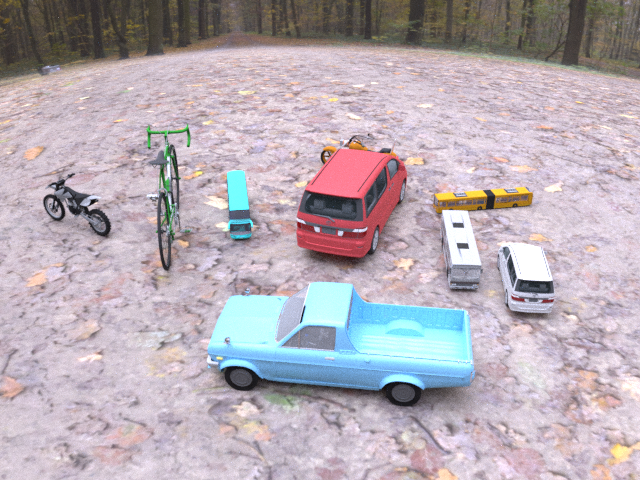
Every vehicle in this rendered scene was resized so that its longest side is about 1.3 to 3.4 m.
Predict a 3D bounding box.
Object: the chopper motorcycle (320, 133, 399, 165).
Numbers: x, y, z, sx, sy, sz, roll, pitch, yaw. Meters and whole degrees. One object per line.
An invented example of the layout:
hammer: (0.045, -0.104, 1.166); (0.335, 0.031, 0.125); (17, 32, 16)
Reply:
chopper motorcycle: (0.761, -1.681, 13.396); (1.563, 0.761, 0.466); (11, 32, 18)

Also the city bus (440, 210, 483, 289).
city bus: (2.092, 0.133, 10.538); (0.476, 0.460, 1.674); (2, 30, 3)

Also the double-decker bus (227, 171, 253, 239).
double-decker bus: (-1.365, -0.590, 11.715); (0.389, 0.541, 1.672); (-4, 30, -7)

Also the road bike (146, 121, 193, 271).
road bike: (-2.380, -0.798, 10.959); (0.696, 1.656, 3.004); (-3, 30, -5)

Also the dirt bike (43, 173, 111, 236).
dirt bike: (-4.001, -0.578, 11.377); (1.493, 0.857, 0.527); (16, 33, 26)

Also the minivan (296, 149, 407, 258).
minivan: (0.610, -0.823, 11.464); (1.324, 1.197, 3.011); (10, 31, 16)

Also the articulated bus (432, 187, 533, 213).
articulated bus: (2.821, -0.699, 12.160); (1.749, 0.289, 0.311); (-5, 30, -8)

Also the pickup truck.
pickup truck: (0.251, 1.123, 8.279); (3.117, 0.993, 1.244); (4, 30, 7)

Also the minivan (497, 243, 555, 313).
minivan: (2.892, 0.421, 9.880); (0.681, 0.616, 1.548); (3, 30, 5)
